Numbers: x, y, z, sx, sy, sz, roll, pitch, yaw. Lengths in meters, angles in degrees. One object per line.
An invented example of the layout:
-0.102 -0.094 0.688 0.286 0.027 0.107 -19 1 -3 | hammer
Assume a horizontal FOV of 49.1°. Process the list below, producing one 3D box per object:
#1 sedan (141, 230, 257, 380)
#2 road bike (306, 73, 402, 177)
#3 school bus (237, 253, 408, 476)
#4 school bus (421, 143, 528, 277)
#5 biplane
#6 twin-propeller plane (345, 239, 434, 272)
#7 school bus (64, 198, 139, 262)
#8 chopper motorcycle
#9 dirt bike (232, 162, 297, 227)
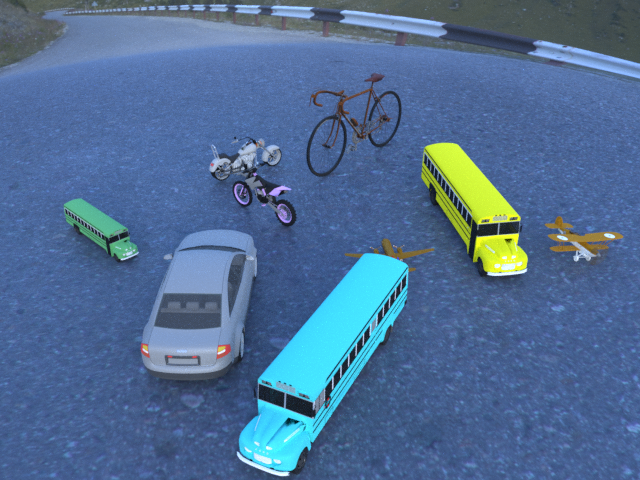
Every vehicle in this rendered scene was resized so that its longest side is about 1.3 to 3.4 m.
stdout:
-1.511 0.607 9.206 1.235 0.940 3.137 1 30 1 | sedan
0.725 -2.306 13.466 0.696 1.656 3.004 23 37 34 | road bike
0.138 1.301 8.117 0.709 0.844 3.322 14 33 23 | school bus
2.432 -0.556 11.284 0.709 0.844 3.322 -5 31 -8 | school bus
3.932 -0.009 10.687 1.336 0.504 1.090 -10 32 -17 | biplane
1.060 0.201 10.425 1.370 0.407 1.095 -3 31 -6 | twin-propeller plane
-3.453 -0.166 11.024 0.365 0.434 1.708 -27 40 -37 | school bus
-1.386 -1.603 13.151 1.563 0.761 0.466 -22 37 -33 | chopper motorcycle
-0.958 -0.782 11.657 1.493 0.857 0.527 24 38 35 | dirt bike
